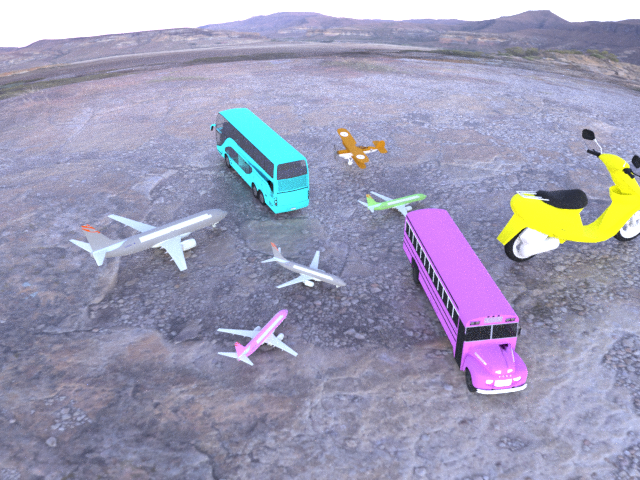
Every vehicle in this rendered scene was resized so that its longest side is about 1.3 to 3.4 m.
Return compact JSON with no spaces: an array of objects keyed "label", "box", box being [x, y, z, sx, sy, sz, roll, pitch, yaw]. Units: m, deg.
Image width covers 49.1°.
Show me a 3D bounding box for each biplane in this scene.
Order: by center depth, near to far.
[{"label":"biplane","box":[0.796,-1.773,13.897,1.090,0.504,1.336,-10,32,-17]}]

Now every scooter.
[{"label":"scooter","box":[3.974,-0.600,10.589,2.721,1.786,1.288,-10,31,-16]}]

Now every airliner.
[{"label":"airliner","box":[-0.738,1.142,8.931,1.161,0.429,1.307,14,33,23]},{"label":"airliner","box":[-0.188,0.377,10.256,1.307,0.429,1.161,16,34,26]},{"label":"airliner","box":[-2.505,-0.245,10.926,2.541,0.835,2.257,-24,38,-35]},{"label":"airliner","box":[1.329,-0.732,12.172,1.307,0.429,1.161,-15,33,-25]}]

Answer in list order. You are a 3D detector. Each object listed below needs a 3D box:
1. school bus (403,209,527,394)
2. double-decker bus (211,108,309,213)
[{"label":"school bus","box":[1.850,0.697,9.288,0.709,0.844,3.322,-4,30,-8]},{"label":"double-decker bus","box":[-1.158,-1.568,12.997,0.756,1.052,3.251,-14,33,-22]}]
